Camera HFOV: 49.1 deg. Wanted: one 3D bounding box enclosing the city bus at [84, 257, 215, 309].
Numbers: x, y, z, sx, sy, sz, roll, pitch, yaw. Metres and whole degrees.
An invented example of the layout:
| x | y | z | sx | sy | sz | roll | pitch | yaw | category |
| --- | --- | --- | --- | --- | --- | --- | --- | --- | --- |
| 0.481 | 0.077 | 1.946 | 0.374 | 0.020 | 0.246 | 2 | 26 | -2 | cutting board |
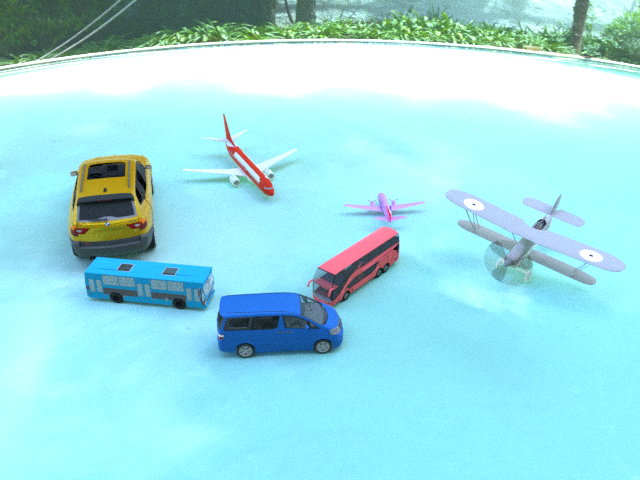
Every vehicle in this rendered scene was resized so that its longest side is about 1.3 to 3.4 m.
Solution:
| x | y | z | sx | sy | sz | roll | pitch | yaw | category |
| --- | --- | --- | --- | --- | --- | --- | --- | --- | --- |
| -2.293 | 0.592 | 9.463 | 1.674 | 0.460 | 0.476 | 5 | 30 | 8 | city bus |

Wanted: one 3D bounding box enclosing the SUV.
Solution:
| x | y | z | sx | sy | sz | roll | pitch | yaw | category |
| --- | --- | --- | --- | --- | --- | --- | --- | --- | --- |
| -3.300 | -0.766 | 11.155 | 1.276 | 1.128 | 3.058 | -6 | 31 | -11 | SUV |

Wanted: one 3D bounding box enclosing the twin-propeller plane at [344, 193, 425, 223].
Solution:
| x | y | z | sx | sy | sz | roll | pitch | yaw | category |
| --- | --- | --- | --- | --- | --- | --- | --- | --- | --- |
| 1.083 | -0.585 | 11.563 | 1.370 | 0.407 | 1.095 | -2 | 30 | -4 | twin-propeller plane |

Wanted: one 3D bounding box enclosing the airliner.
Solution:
| x | y | z | sx | sy | sz | roll | pitch | yaw | category |
| --- | --- | --- | --- | --- | --- | --- | --- | --- | --- |
| -1.350 | -1.544 | 12.800 | 2.257 | 0.835 | 2.541 | -13 | 33 | -22 | airliner |

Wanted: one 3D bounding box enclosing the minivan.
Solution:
| x | y | z | sx | sy | sz | roll | pitch | yaw | category |
| --- | --- | --- | --- | --- | --- | --- | --- | --- | --- |
| -0.487 | 1.004 | 8.592 | 1.548 | 0.616 | 0.681 | -3 | 30 | -4 | minivan |

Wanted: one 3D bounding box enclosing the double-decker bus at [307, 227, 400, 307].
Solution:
| x | y | z | sx | sy | sz | roll | pitch | yaw | category |
| --- | --- | --- | --- | --- | --- | --- | --- | --- | --- |
| 0.512 | 0.368 | 9.772 | 0.389 | 0.541 | 1.672 | 23 | 37 | 34 | double-decker bus |

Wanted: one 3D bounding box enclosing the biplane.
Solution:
| x | y | z | sx | sy | sz | roll | pitch | yaw | category |
| --- | --- | --- | --- | --- | --- | --- | --- | --- | --- |
| 3.104 | -0.052 | 10.061 | 2.598 | 0.981 | 2.120 | 19 | 35 | 30 | biplane |
